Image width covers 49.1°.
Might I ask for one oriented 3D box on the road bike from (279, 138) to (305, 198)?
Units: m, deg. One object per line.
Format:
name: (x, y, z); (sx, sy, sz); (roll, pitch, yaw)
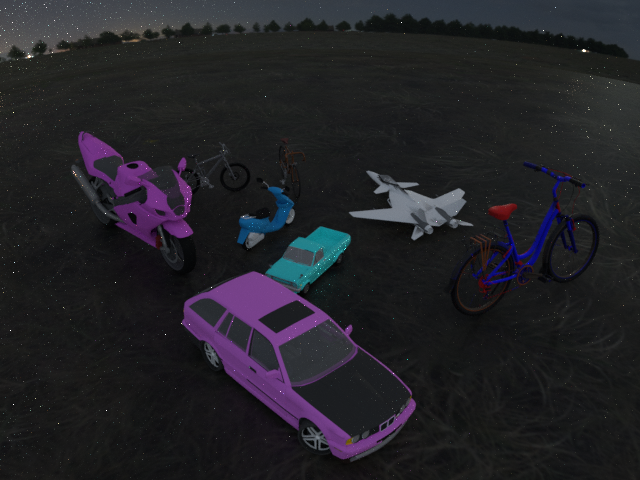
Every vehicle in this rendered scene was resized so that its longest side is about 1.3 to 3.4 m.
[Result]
road bike: (-0.565, -1.380, 12.804); (0.358, 0.852, 1.545); (-8, 31, -14)

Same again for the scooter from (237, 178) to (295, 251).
scooter: (-0.827, -0.444, 11.087); (0.662, 0.919, 1.399); (19, 35, 30)

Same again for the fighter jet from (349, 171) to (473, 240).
fighter jet: (1.445, -0.866, 12.197); (2.229, 0.557, 2.640); (-13, 32, -21)

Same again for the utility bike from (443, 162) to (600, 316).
utility bike: (2.766, -0.050, 9.462); (2.791, 1.839, 1.039); (-15, 33, -25)

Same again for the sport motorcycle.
sport motorcycle: (-2.818, -0.607, 10.688); (0.983, 1.596, 2.955); (-25, 38, -37)

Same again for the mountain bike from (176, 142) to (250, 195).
mountain bike: (-1.973, -1.213, 12.493); (1.469, 0.868, 0.573); (-8, 31, -13)

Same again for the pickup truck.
pickup truck: (-0.157, 0.238, 10.298); (0.640, 0.511, 1.603); (16, 33, 26)

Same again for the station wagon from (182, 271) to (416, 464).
station wagon: (-0.327, 1.271, 8.065); (1.327, 0.920, 3.105); (-24, 38, -36)
